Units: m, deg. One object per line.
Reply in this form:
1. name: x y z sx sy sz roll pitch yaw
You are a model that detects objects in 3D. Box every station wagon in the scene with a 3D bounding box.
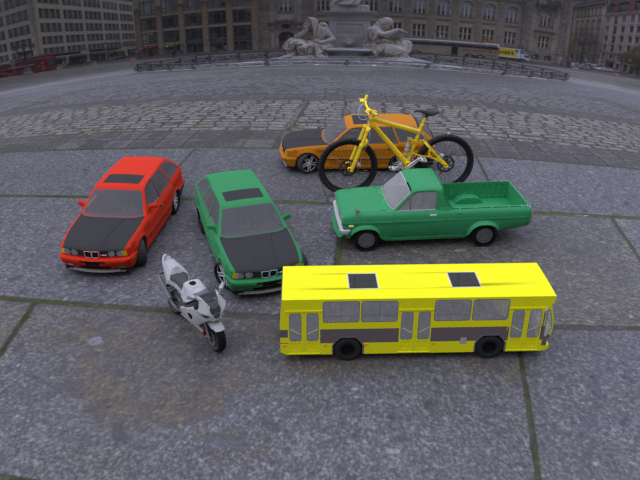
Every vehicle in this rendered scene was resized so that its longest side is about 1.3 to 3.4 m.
1. station wagon: 0.736 -1.984 14.007 3.105 0.920 1.327 -1 28 -2
2. station wagon: -1.152 -0.264 10.761 1.327 0.920 3.105 -9 29 -16
3. station wagon: -3.128 -0.546 11.293 1.327 0.920 3.105 2 28 5

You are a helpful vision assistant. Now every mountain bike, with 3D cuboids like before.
1. mountain bike: 1.379 -1.623 12.506 2.857 1.688 1.114 -3 28 -5

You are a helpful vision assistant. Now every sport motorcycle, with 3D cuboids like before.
1. sport motorcycle: -1.606 0.791 8.875 0.506 0.821 1.520 -19 33 -32

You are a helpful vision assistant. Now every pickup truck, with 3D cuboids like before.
1. pickup truck: 1.759 -0.568 11.258 3.117 0.993 1.244 -2 28 -5

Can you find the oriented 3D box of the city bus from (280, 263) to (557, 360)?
1. city bus: 1.138 0.877 8.634 3.255 0.894 0.926 -1 28 -1
